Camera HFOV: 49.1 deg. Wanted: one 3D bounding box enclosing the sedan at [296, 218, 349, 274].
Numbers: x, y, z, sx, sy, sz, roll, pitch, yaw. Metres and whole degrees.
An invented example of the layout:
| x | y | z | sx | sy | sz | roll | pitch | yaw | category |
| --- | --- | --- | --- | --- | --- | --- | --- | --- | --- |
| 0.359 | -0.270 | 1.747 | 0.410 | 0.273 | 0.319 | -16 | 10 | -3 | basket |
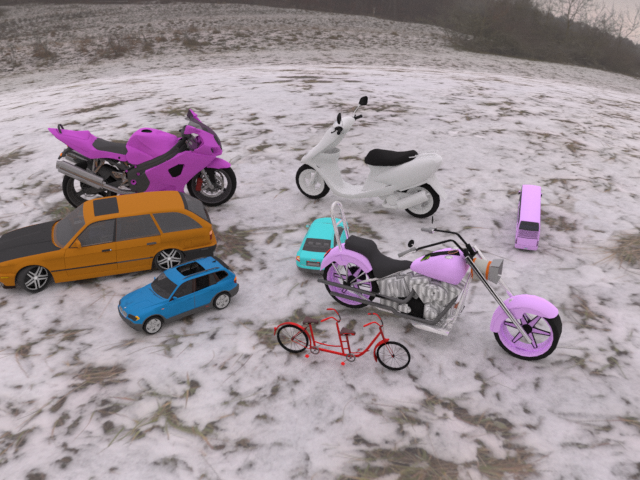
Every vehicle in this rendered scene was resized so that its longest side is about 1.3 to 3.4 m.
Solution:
| x | y | z | sx | sy | sz | roll | pitch | yaw | category |
| --- | --- | --- | --- | --- | --- | --- | --- | --- | --- |
| 0.055 | -0.006 | 10.482 | 0.635 | 0.483 | 1.613 | 5 | 27 | 10 | sedan |

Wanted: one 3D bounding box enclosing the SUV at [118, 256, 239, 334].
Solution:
| x | y | z | sx | sy | sz | roll | pitch | yaw | category |
| --- | --- | --- | --- | --- | --- | --- | --- | --- | --- |
| -1.822 | 0.665 | 9.058 | 1.572 | 0.580 | 0.656 | -18 | 32 | -32 | SUV |

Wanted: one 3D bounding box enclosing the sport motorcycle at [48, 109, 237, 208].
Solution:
| x | y | z | sx | sy | sz | roll | pitch | yaw | category |
| --- | --- | --- | --- | --- | --- | --- | --- | --- | --- |
| -2.896 | -1.250 | 11.697 | 2.955 | 1.596 | 0.983 | -3 | 27 | -6 | sport motorcycle |

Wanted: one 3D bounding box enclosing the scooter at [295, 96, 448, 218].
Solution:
| x | y | z | sx | sy | sz | roll | pitch | yaw | category |
| --- | --- | --- | --- | --- | --- | --- | --- | --- | --- |
| 0.816 | -1.348 | 11.680 | 2.721 | 1.786 | 1.288 | 11 | 29 | 21 | scooter |

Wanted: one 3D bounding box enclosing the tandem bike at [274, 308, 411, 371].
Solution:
| x | y | z | sx | sy | sz | roll | pitch | yaw | category |
| --- | --- | --- | --- | --- | --- | --- | --- | --- | --- |
| 0.239 | 1.116 | 8.061 | 1.642 | 0.682 | 0.283 | 8 | 28 | 15 | tandem bike |

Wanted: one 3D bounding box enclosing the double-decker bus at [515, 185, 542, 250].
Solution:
| x | y | z | sx | sy | sz | roll | pitch | yaw | category |
| --- | --- | --- | --- | --- | --- | --- | --- | --- | --- |
| 3.338 | -0.398 | 11.188 | 0.389 | 0.541 | 1.672 | 7 | 28 | 14 | double-decker bus |

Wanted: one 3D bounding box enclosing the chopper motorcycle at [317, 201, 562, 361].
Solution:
| x | y | z | sx | sy | sz | roll | pitch | yaw | category |
| --- | --- | --- | --- | --- | --- | --- | --- | --- | --- |
| 1.392 | 0.468 | 8.454 | 3.040 | 1.480 | 0.906 | 13 | 30 | 24 | chopper motorcycle |

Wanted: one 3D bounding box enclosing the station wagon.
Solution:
| x | y | z | sx | sy | sz | roll | pitch | yaw | category |
| --- | --- | --- | --- | --- | --- | --- | --- | --- | --- |
| -3.111 | -0.072 | 10.130 | 3.105 | 0.920 | 1.327 | -9 | 28 | -16 | station wagon |
